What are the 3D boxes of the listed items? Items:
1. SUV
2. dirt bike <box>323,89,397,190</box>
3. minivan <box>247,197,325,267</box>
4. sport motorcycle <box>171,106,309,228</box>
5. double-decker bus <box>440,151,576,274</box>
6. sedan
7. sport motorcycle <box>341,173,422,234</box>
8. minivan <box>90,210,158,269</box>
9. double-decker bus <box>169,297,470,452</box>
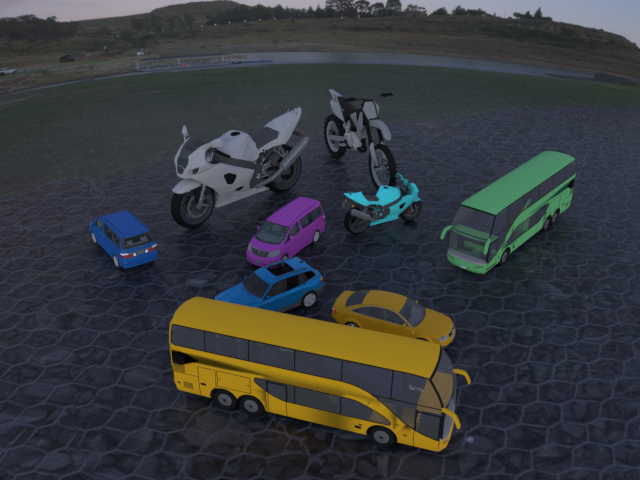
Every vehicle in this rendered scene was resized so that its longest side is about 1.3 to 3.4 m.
[{"bbox_3d":[-0.689,0.683,9.492,1.572,0.580,0.656,-18,33,-31],"label":"SUV"},{"bbox_3d":[0.747,-2.062,13.504,1.024,1.666,2.903,-12,30,-21],"label":"dirt bike"},{"bbox_3d":[-0.526,-0.126,10.978,0.681,0.616,1.548,16,32,27],"label":"minivan"},{"bbox_3d":[-1.382,-1.295,12.133,0.983,1.596,2.955,24,36,37],"label":"sport motorcycle"},{"bbox_3d":[3.110,-0.482,11.183,0.756,1.052,3.251,22,35,35],"label":"double-decker bus"},{"bbox_3d":[0.945,0.979,9.039,1.613,0.483,0.635,11,30,20],"label":"sedan"},{"bbox_3d":[1.054,-0.583,11.619,1.520,0.821,0.506,-13,31,-24],"label":"sport motorcycle"},{"bbox_3d":[-3.103,-0.100,10.929,0.681,0.616,1.548,-19,33,-31],"label":"minivan"},{"bbox_3d":[-0.060,1.431,7.581,3.251,1.052,0.756,9,29,17],"label":"double-decker bus"}]
